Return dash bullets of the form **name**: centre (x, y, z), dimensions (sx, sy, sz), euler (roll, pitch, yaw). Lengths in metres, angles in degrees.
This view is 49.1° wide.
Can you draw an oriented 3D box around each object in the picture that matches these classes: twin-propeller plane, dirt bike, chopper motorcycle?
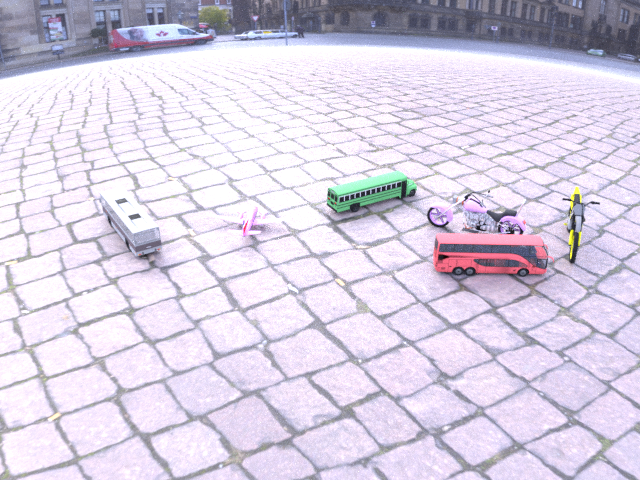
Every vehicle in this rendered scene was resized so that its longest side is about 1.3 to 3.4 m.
- **twin-propeller plane**: centre (-1.132, -0.355, 11.213), dimensions (1.370, 0.407, 1.095), euler (2, 30, 4)
- **dirt bike**: centre (3.891, -0.295, 10.654), dimensions (0.527, 0.857, 1.493), euler (8, 31, 14)
- **chopper motorcycle**: centre (2.461, -0.434, 10.994), dimensions (1.563, 0.761, 0.466), euler (14, 32, 23)

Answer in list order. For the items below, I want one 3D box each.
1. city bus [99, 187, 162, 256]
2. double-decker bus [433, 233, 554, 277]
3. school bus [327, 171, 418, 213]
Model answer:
- **city bus**: centre (-3.002, -0.293, 11.050), dimensions (0.476, 0.460, 1.674), euler (-17, 34, -27)
- **double-decker bus**: centre (2.483, 0.207, 10.091), dimensions (1.672, 0.541, 0.389), euler (1, 30, 2)
- **school bus**: centre (0.934, -0.846, 12.049), dimensions (1.708, 0.434, 0.365), euler (-16, 33, -26)
